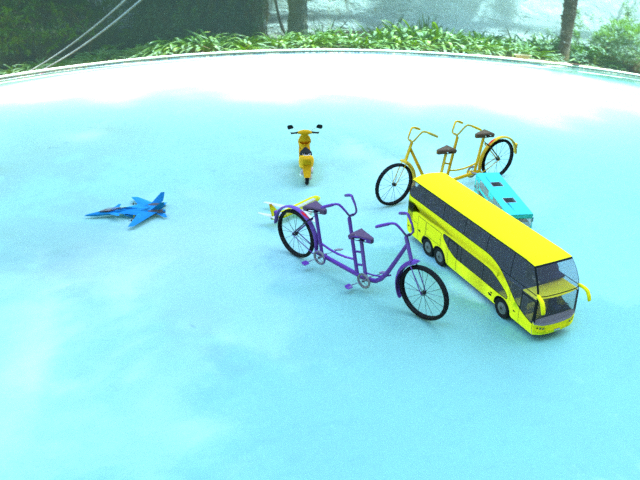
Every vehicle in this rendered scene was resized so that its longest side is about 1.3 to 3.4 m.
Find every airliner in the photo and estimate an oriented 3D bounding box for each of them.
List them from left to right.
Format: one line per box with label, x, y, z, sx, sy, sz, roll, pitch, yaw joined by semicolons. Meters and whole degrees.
airliner;-0.412;-0.611;11.700;1.161;0.429;1.307;22;35;34

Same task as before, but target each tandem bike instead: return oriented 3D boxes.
tandem bike;0.461;0.038;9.575;3.192;1.326;0.550;25;37;38
tandem bike;2.311;-1.469;12.338;3.192;1.326;0.550;-16;32;-26

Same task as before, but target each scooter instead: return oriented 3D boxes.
scooter;-0.272;-1.667;13.126;0.662;0.919;1.399;-2;29;-3

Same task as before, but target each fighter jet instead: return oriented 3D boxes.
fighter jet;-3.256;-0.540;11.719;1.358;0.286;1.147;-5;29;-9

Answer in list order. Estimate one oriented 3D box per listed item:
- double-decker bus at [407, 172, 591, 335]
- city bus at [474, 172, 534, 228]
double-decker bus;2.303;0.114;9.721;0.756;1.052;3.251;-12;31;-21
city bus;3.011;-0.585;11.620;0.476;0.460;1.674;-3;29;-5
